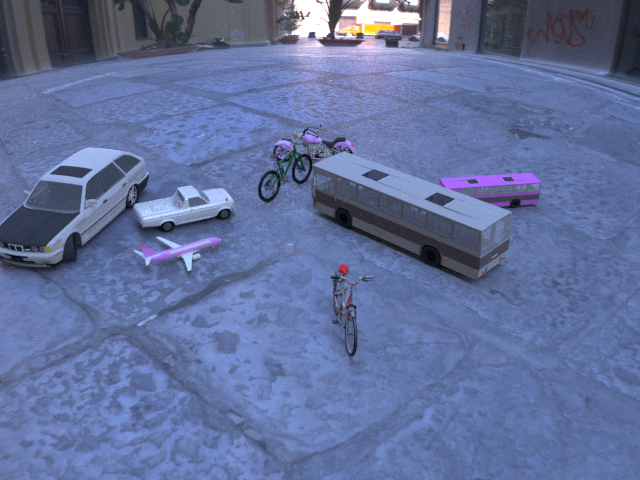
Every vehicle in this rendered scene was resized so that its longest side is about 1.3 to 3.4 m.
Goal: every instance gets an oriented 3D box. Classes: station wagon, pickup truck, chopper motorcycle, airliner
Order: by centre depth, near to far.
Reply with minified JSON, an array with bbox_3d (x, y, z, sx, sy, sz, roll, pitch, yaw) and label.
[{"bbox_3d":[-2.061,0.073,10.424,1.307,0.429,1.161,-19,35,-29],"label":"airliner"},{"bbox_3d":[-3.944,-0.658,11.206,1.327,0.920,3.105,8,31,13],"label":"station wagon"},{"bbox_3d":[-2.212,-0.566,11.457,1.603,0.511,0.640,-14,33,-23],"label":"pickup truck"},{"bbox_3d":[-0.120,-1.851,13.450,1.563,0.761,0.466,4,30,6],"label":"chopper motorcycle"}]

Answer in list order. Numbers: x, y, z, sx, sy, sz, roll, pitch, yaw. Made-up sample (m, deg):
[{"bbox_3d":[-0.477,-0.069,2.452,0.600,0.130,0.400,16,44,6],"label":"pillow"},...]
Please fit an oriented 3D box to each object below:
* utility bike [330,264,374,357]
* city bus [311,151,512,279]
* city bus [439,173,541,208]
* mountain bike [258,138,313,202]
[{"bbox_3d":[0.358,0.737,8.744,0.535,0.946,1.435,-5,30,-8],"label":"utility bike"},{"bbox_3d":[1.299,-0.426,10.826,3.255,0.894,0.926,25,38,37],"label":"city bus"},{"bbox_3d":[2.870,-0.808,11.931,1.674,0.460,0.476,-4,30,-7],"label":"city bus"},{"bbox_3d":[-0.592,-1.241,12.276,0.573,0.868,1.469,20,36,31],"label":"mountain bike"}]
